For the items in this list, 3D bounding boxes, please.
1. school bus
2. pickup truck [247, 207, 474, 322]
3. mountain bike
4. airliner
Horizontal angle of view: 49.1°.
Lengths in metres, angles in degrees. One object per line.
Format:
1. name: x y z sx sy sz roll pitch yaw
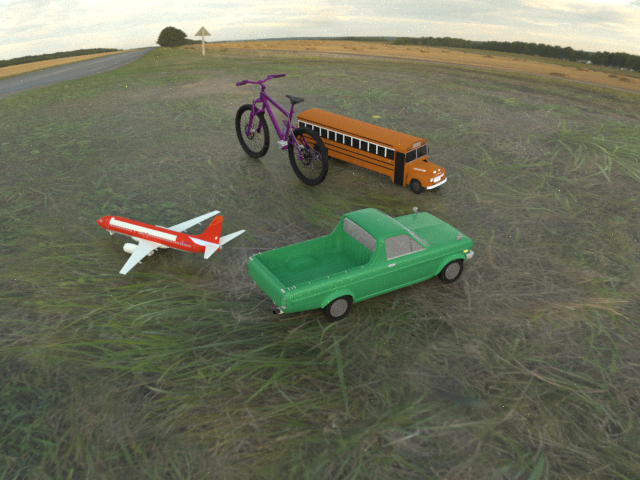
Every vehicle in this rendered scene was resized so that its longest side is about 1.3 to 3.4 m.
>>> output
1. school bus: 0.934 -1.750 13.407 3.322 0.844 0.709 24 36 37
2. pickup truck: 0.604 0.197 9.579 3.117 0.993 1.244 -15 31 -26
3. mountain bike: -0.782 -2.104 13.175 1.114 1.688 2.857 -21 34 -34
4. airliner: -2.445 -0.230 10.552 2.541 0.835 2.257 14 31 25
